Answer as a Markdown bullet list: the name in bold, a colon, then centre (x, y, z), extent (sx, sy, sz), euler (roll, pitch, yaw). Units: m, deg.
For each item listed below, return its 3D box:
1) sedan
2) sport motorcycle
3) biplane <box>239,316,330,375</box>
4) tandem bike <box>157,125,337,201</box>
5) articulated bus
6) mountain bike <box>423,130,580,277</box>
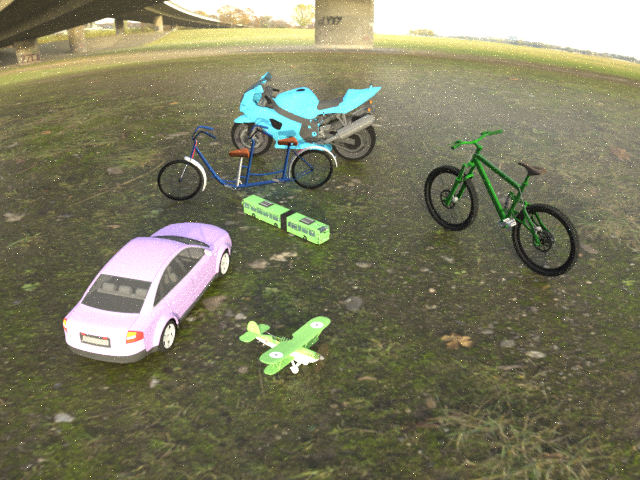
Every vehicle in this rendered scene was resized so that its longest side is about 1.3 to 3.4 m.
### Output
- **sedan**: centre (-2.161, 0.456, 9.313), extent (1.235, 0.940, 3.137), euler (8, 30, 14)
- **sport motorcycle**: centre (-0.308, -2.354, 13.706), extent (2.955, 1.596, 0.983), euler (3, 29, 5)
- **biplane**: centre (-0.409, 1.242, 8.345), extent (1.090, 0.504, 1.336), euler (16, 33, 27)
- **tandem bike**: centre (-1.246, -1.392, 12.249), extent (3.192, 1.326, 0.550), euler (-6, 30, -11)
- **articulated bus**: centre (-0.580, -0.348, 11.434), extent (1.749, 0.289, 0.311), euler (23, 37, 36)
- **mountain bike**: centre (2.644, -0.591, 10.431), extent (1.114, 1.688, 2.857), euler (-21, 35, -33)
